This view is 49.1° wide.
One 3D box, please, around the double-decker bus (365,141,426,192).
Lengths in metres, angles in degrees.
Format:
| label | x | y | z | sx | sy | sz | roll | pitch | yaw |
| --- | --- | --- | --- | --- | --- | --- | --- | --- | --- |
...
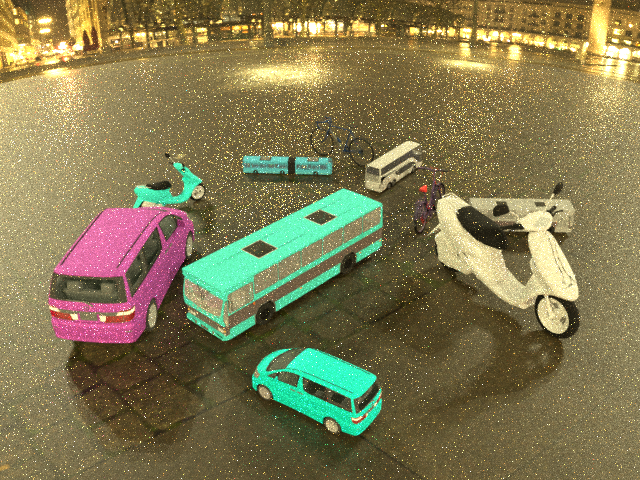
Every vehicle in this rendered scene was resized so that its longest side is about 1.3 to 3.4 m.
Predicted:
| label | x | y | z | sx | sy | sz | roll | pitch | yaw |
| --- | --- | --- | --- | --- | --- | --- | --- | --- | --- |
| double-decker bus | 1.441 | -1.424 | 13.341 | 0.389 | 0.541 | 1.672 | 20 | 36 | 31 |

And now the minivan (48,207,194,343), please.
| label | x | y | z | sx | sy | sz | roll | pitch | yaw |
| --- | --- | --- | --- | --- | --- | --- | --- | --- | --- |
| minivan | -2.678 | 0.216 | 9.852 | 1.324 | 1.197 | 3.011 | 3 | 30 | 5 |

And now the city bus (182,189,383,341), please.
| label | x | y | z | sx | sy | sz | roll | pitch | yaw |
| --- | --- | --- | --- | --- | --- | --- | --- | --- | --- |
| city bus | -0.415 | 0.284 | 10.035 | 0.926 | 0.894 | 3.255 | 25 | 38 | 36 |

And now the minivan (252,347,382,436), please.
| label | x | y | z | sx | sy | sz | roll | pitch | yaw |
| --- | --- | --- | --- | --- | --- | --- | --- | --- | --- |
| minivan | -0.068 | 1.627 | 7.993 | 1.548 | 0.616 | 0.681 | 19 | 35 | 29 |

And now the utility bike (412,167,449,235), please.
| label | x | y | z | sx | sy | sz | roll | pitch | yaw |
| --- | --- | --- | --- | --- | --- | --- | --- | --- | --- |
| utility bike | 1.798 | -0.719 | 11.718 | 0.535 | 0.946 | 1.435 | 15 | 33 | 25 |

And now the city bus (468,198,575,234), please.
| label | x | y | z | sx | sy | sz | roll | pitch | yaw |
| --- | --- | --- | --- | --- | --- | --- | --- | --- | --- |
| city bus | 3.317 | -0.394 | 11.642 | 1.674 | 0.460 | 0.476 | 1 | 30 | 2 |

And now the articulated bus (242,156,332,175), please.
| label | x | y | z | sx | sy | sz | roll | pitch | yaw |
| --- | --- | --- | --- | --- | --- | --- | --- | --- | --- |
| articulated bus | -0.642 | -1.455 | 13.647 | 1.749 | 0.289 | 0.311 | 2 | 30 | 3 |

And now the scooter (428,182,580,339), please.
| label | x | y | z | sx | sy | sz | roll | pitch | yaw |
| --- | --- | --- | --- | --- | --- | --- | --- | --- | --- |
| scooter | 2.494 | 0.054 | 9.544 | 1.288 | 1.786 | 2.721 | -19 | 35 | -29 |

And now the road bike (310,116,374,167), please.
| label | x | y | z | sx | sy | sz | roll | pitch | yaw |
| --- | --- | --- | --- | --- | --- | --- | --- | --- | --- |
| road bike | 0.427 | -1.981 | 13.993 | 1.545 | 0.852 | 0.358 | 20 | 35 | 30 |

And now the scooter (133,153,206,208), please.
| label | x | y | z | sx | sy | sz | roll | pitch | yaw |
| --- | --- | --- | --- | --- | --- | --- | --- | --- | --- |
| scooter | -2.616 | -0.952 | 12.148 | 1.399 | 0.919 | 0.662 | -22 | 37 | -33 |
